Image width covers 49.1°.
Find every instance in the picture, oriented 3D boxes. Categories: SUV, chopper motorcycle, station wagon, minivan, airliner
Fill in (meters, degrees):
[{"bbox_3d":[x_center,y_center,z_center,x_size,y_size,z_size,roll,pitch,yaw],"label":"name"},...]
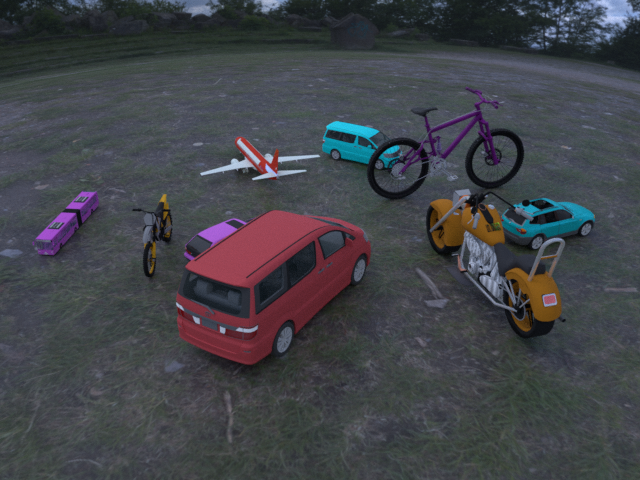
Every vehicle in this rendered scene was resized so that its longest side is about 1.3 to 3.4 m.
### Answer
[{"bbox_3d":[3.464,-0.329,10.631,1.572,0.580,0.656,-13,31,-23],"label":"SUV"},{"bbox_3d":[2.146,0.017,9.041,0.906,1.480,3.040,-8,29,-15],"label":"chopper motorcycle"},{"bbox_3d":[-1.186,-0.036,10.201,0.682,0.473,1.597,25,37,38],"label":"station wagon"},{"bbox_3d":[0.816,-1.815,13.352,1.548,0.616,0.681,16,32,28],"label":"minivan"},{"bbox_3d":[-0.446,0.327,8.763,1.324,1.197,3.011,16,32,27],"label":"minivan"},{"bbox_3d":[-1.165,-1.650,12.815,2.257,0.835,2.541,-11,30,-20],"label":"airliner"}]

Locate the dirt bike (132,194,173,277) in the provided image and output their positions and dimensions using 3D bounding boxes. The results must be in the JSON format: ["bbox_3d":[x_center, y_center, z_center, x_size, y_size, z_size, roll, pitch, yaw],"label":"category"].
[{"bbox_3d":[-2.315,-0.130,9.971,0.527,0.857,1.493,1,28,2],"label":"dirt bike"}]

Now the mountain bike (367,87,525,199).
[{"bbox_3d":[2.163,-1.556,11.741,2.857,1.688,1.114,-7,29,-13],"label":"mountain bike"}]

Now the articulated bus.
[{"bbox_3d":[-3.895,-0.294,10.873,0.311,0.289,1.749,3,28,5],"label":"articulated bus"}]
